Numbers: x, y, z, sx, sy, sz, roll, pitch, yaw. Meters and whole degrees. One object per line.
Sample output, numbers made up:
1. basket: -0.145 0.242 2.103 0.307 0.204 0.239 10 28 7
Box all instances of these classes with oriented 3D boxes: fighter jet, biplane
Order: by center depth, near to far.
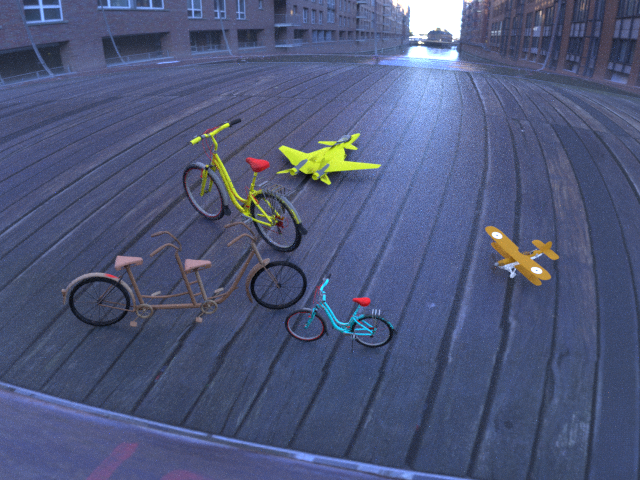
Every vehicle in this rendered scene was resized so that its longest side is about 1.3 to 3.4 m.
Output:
1. biplane: 3.024 0.264 10.380 1.090 0.504 1.336 -14 32 -24
2. fighter jet: 0.265 -1.888 14.158 2.229 0.557 2.640 14 32 23

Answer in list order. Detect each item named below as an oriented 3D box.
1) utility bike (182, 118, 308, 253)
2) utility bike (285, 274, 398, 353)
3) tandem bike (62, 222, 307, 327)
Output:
1. utility bike: -1.336 -0.824 10.956 2.791 1.839 1.039 22 36 34
2. utility bike: 0.254 0.967 8.678 1.435 0.946 0.535 4 30 7
3. tandem bike: -1.752 0.476 9.164 3.192 1.326 0.550 -5 30 -8
